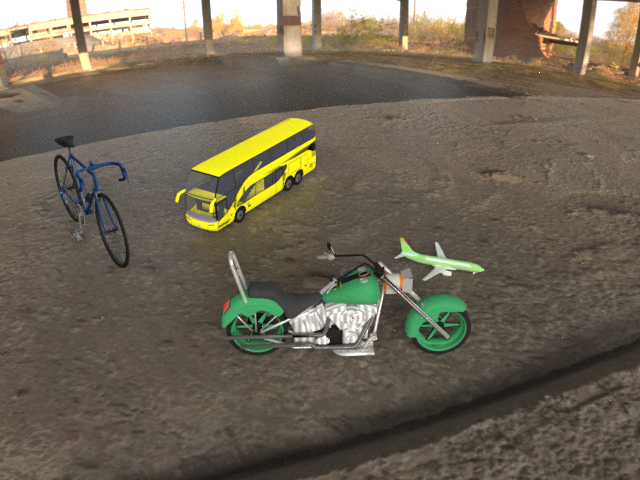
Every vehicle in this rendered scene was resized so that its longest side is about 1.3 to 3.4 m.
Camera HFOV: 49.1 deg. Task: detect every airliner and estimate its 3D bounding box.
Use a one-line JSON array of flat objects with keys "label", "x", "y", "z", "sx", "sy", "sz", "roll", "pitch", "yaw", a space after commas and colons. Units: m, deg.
[{"label": "airliner", "x": 1.798, "y": 0.244, "z": 10.429, "sx": 1.307, "sy": 0.429, "sz": 1.161, "roll": 9, "pitch": 30, "yaw": 15}]

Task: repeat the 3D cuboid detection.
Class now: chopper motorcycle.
[{"label": "chopper motorcycle", "x": 0.330, "y": 0.761, "z": 8.428, "sx": 3.040, "sy": 1.480, "sz": 0.906, "roll": -1, "pitch": 29, "yaw": -3}]

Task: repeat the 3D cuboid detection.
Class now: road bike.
[{"label": "road bike", "x": -3.635, "y": -0.711, "z": 10.881, "sx": 0.696, "sy": 1.656, "sz": 3.004, "roll": -20, "pitch": 35, "yaw": -32}]

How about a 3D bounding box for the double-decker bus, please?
[{"label": "double-decker bus", "x": -1.171, "y": -1.192, "z": 12.361, "sx": 0.756, "sy": 1.052, "sz": 3.251, "roll": 17, "pitch": 33, "yaw": 27}]
